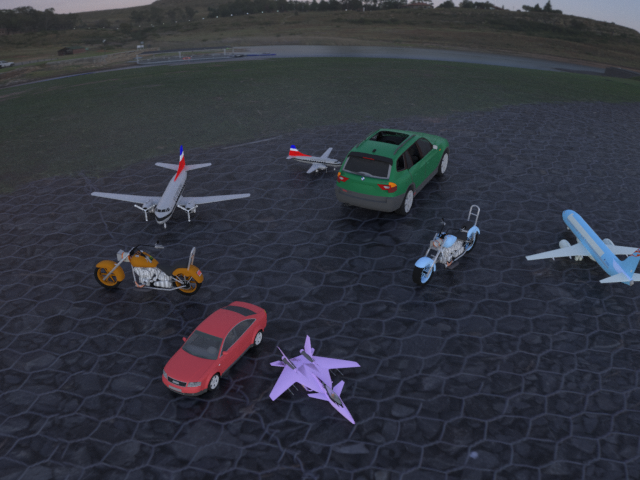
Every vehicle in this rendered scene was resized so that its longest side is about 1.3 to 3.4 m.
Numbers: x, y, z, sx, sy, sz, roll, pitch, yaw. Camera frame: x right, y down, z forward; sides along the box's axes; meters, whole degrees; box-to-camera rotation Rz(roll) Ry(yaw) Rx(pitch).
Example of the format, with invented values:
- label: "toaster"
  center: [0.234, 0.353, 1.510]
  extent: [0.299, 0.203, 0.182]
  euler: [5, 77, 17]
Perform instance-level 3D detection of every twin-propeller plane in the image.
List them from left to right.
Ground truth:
- label: "twin-propeller plane"
  center: [-2.487, -0.904, 11.830]
  extent: [2.663, 0.792, 2.129]
  euler: [1, 28, 1]
- label: "twin-propeller plane"
  center: [-0.089, -1.585, 13.492]
  extent: [1.095, 0.407, 1.370]
  euler: [9, 30, 17]

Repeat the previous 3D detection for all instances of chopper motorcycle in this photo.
- label: "chopper motorcycle"
  center: [-2.345, 0.371, 9.504]
  extent: [1.563, 0.761, 0.466]
  euler: [6, 29, 10]
- label: "chopper motorcycle"
  center: [1.836, 0.068, 10.065]
  extent: [0.466, 0.761, 1.563]
  euler: [23, 36, 36]

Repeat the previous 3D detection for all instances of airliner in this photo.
- label: "airliner"
  center: [4.066, -0.065, 10.233]
  extent: [2.257, 0.835, 2.541]
  euler: [-1, 28, -3]

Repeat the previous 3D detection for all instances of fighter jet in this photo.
- label: "fighter jet"
  center: [0.011, 1.569, 7.789]
  extent: [1.147, 0.286, 1.358]
  euler: [-16, 32, -27]

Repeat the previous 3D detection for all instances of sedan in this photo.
- label: "sedan"
  center: [-1.220, 1.206, 8.253]
  extent: [0.635, 0.483, 1.613]
  euler: [14, 31, 24]

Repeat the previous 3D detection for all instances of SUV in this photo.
- label: "SUV"
  center: [1.355, -1.429, 12.447]
  extent: [1.276, 1.128, 3.058]
  euler: [14, 31, 24]
